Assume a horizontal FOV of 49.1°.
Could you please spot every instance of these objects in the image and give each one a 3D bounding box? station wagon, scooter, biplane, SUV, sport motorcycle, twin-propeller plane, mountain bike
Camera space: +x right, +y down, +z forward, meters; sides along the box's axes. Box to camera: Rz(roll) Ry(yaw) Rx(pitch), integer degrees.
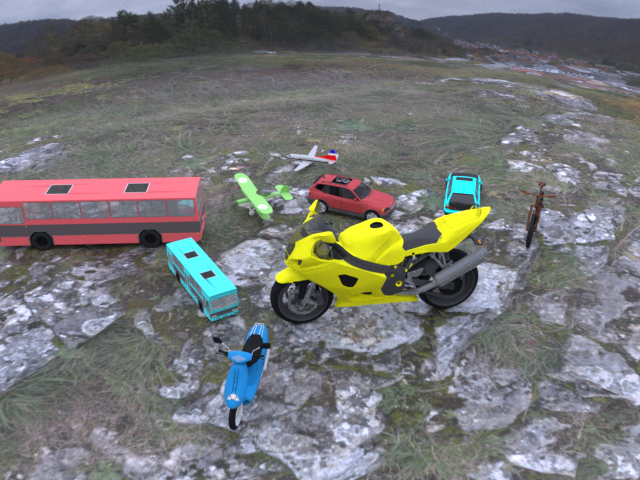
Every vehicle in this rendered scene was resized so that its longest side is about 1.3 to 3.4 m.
[{"bbox_3d":[2.586,-0.902,12.628,0.682,0.473,1.597,6,30,11],"label":"station wagon"},{"bbox_3d":[-0.836,1.418,8.044,0.662,0.919,1.399,5,30,9],"label":"scooter"},{"bbox_3d":[-1.019,-0.730,12.290,1.090,0.504,1.336,-14,32,-24],"label":"biplane"},{"bbox_3d":[0.553,-0.760,12.266,1.572,0.580,0.656,13,32,21],"label":"SUV"},{"bbox_3d":[0.791,0.317,9.312,2.955,1.596,0.983,-5,30,-10],"label":"sport motorcycle"},{"bbox_3d":[-0.186,-1.670,14.063,1.095,0.407,1.370,9,30,15],"label":"twin-propeller plane"},{"bbox_3d":[3.549,-0.486,11.486,0.573,0.868,1.469,12,31,20],"label":"mountain bike"}]

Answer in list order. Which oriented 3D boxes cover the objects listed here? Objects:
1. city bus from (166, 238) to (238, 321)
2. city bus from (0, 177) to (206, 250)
[{"bbox_3d":[-1.712,0.552,10.053,0.476,0.460,1.674,-16,33,-26],"label":"city bus"},{"bbox_3d":[-3.543,-0.431,11.360,3.255,0.894,0.926,-1,29,-2],"label":"city bus"}]
